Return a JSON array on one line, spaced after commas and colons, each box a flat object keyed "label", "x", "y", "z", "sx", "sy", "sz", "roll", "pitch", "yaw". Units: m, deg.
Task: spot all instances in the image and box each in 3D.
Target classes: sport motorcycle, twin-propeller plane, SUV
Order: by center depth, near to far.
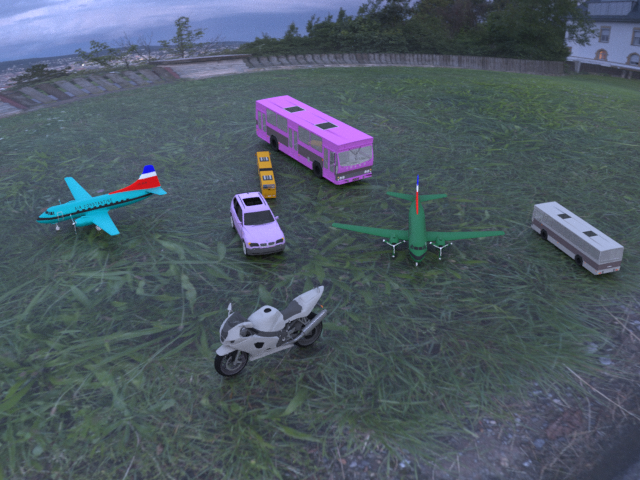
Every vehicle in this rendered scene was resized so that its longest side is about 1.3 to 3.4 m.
[{"label": "sport motorcycle", "x": -0.587, "y": 1.083, "z": 8.361, "sx": 1.520, "sy": 0.821, "sz": 0.506, "roll": -18, "pitch": 33, "yaw": -30}, {"label": "twin-propeller plane", "x": 1.532, "y": -0.314, "z": 11.008, "sx": 2.663, "sy": 0.792, "sz": 2.129, "roll": 3, "pitch": 28, "yaw": 5}, {"label": "SUV", "x": -1.025, "y": -0.293, "z": 11.193, "sx": 0.656, "sy": 0.580, "sz": 1.572, "roll": -9, "pitch": 29, "yaw": -16}, {"label": "twin-propeller plane", "x": -3.686, "y": -0.705, "z": 11.741, "sx": 2.129, "sy": 0.792, "sz": 2.663, "roll": -17, "pitch": 32, "yaw": -29}]

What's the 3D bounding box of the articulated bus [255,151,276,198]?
[{"label": "articulated bus", "x": -1.027, "y": -1.257, "z": 13.308, "sx": 0.311, "sy": 0.289, "sz": 1.749, "roll": -4, "pitch": 28, "yaw": -7}]

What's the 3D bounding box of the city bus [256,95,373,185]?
[{"label": "city bus", "x": -0.197, "y": -2.044, "z": 14.140, "sx": 0.926, "sy": 0.894, "sz": 3.255, "roll": -17, "pitch": 32, "yaw": -28}]

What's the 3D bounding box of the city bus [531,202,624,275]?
[{"label": "city bus", "x": 3.934, "y": -0.035, "z": 10.838, "sx": 0.476, "sy": 0.460, "sz": 1.674, "roll": -9, "pitch": 29, "yaw": -17}]
